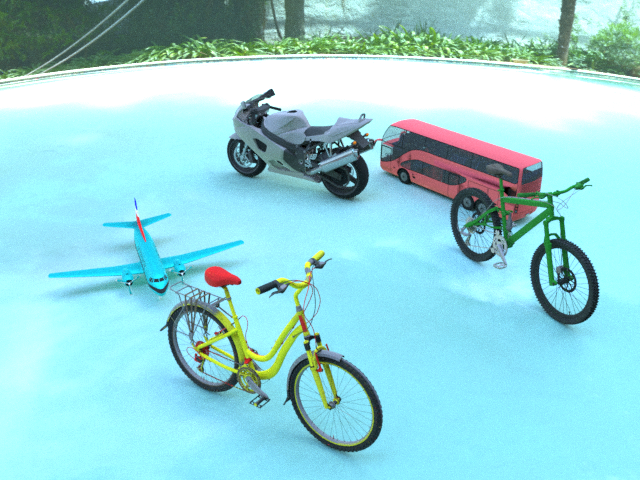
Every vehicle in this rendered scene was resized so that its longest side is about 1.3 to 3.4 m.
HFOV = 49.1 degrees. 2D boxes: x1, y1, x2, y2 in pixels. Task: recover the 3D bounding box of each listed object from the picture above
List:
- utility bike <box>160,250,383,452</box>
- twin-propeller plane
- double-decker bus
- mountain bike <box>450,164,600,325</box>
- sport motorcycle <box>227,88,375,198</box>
[{"bbox_3d":[-0.537,0.952,7.028,2.791,1.839,1.039,17,32,29],"label":"utility bike"},{"bbox_3d":[-2.405,0.115,9.768,2.663,0.792,2.129,-10,29,-19],"label":"twin-propeller plane"},{"bbox_3d":[2.313,-1.297,12.197,0.756,1.052,3.251,-21,34,-35],"label":"double-decker bus"},{"bbox_3d":[2.618,-0.117,9.244,1.114,1.688,2.857,-13,30,-23],"label":"mountain bike"},{"bbox_3d":[-0.430,-1.680,12.345,2.955,1.596,0.983,14,31,25],"label":"sport motorcycle"}]
